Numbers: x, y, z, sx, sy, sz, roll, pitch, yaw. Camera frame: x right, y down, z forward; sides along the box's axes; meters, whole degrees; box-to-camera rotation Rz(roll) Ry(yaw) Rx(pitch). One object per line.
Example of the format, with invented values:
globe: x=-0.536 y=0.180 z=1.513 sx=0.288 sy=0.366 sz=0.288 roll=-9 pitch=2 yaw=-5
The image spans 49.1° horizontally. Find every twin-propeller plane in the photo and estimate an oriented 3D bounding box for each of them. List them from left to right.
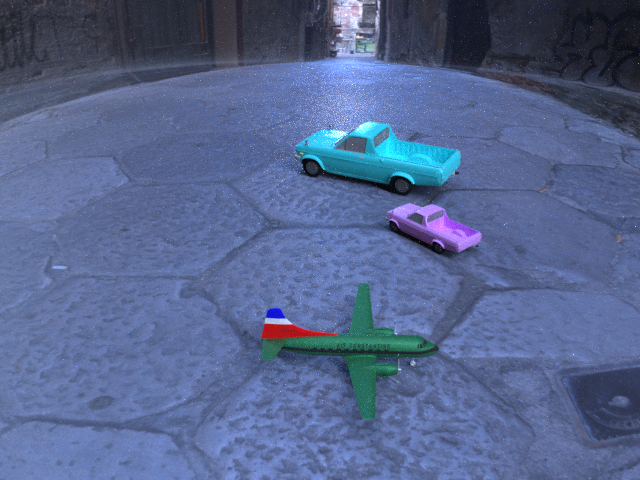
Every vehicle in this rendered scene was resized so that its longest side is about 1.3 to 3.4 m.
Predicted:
twin-propeller plane: x=0.360 y=1.159 z=8.311 sx=2.129 sy=0.792 sz=2.663 roll=1 pitch=28 yaw=2

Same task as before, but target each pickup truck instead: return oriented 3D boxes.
pickup truck: x=1.077 y=-1.662 z=13.410 sx=3.117 sy=0.993 sz=1.244 roll=14 pitch=31 yaw=24
pickup truck: x=1.804 y=-0.242 z=11.250 sx=0.640 sy=0.511 sz=1.603 roll=-22 pitch=35 yaw=-35
